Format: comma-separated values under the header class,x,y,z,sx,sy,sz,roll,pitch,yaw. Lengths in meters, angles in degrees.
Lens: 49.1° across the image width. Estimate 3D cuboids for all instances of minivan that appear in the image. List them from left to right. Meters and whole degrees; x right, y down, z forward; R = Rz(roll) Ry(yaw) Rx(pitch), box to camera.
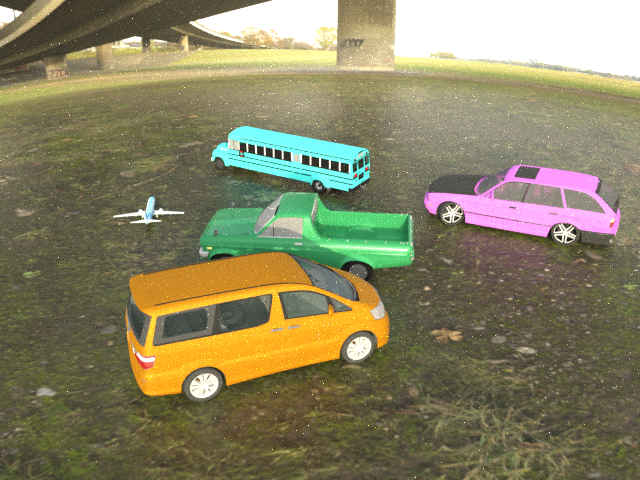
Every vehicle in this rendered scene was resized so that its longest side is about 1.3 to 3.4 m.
class,x,y,z,sx,sy,sz,roll,pitch,yaw
minivan,-0.662,0.837,8.021,3.011,1.197,1.324,-10,28,-20

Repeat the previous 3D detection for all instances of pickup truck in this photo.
class,x,y,z,sx,sy,sz,roll,pitch,yaw
pickup truck,-0.168,-0.104,10.199,3.117,0.993,1.244,3,26,6

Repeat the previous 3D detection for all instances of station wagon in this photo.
class,x,y,z,sx,sy,sz,roll,pitch,yaw
station wagon,3.286,-0.702,11.516,3.105,0.920,1.327,11,28,22

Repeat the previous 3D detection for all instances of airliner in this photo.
class,x,y,z,sx,sy,sz,roll,pitch,yaw
airliner,-2.885,-0.573,11.814,1.161,0.429,1.307,-4,26,-7

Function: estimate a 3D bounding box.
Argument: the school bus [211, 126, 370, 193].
class,x,y,z,sx,sy,sz,roll,pitch,yaw
school bus,-0.657,-1.568,13.394,3.322,0.844,0.709,15,30,28
